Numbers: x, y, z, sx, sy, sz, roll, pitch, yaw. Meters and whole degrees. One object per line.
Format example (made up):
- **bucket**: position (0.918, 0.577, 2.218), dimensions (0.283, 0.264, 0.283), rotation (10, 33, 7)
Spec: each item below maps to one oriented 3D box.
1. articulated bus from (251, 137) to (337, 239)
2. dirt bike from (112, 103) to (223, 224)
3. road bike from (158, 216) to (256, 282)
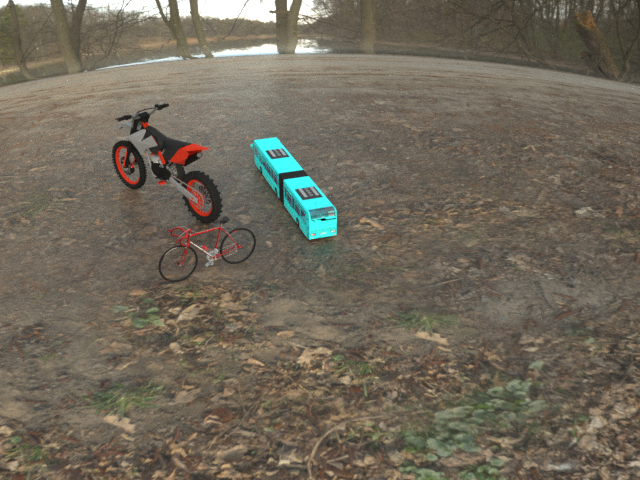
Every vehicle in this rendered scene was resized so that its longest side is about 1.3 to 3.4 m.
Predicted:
- **articulated bus**: position (-0.515, -1.004, 12.449), dimensions (0.605, 0.561, 3.401), rotation (-10, 31, -17)
- **dirt bike**: position (-2.723, -1.355, 11.945), dimensions (2.903, 1.666, 1.024), rotation (23, 37, 35)
- **road bike**: position (-1.625, 0.103, 10.181), dimensions (1.545, 0.852, 0.358), rotation (-17, 34, -28)
